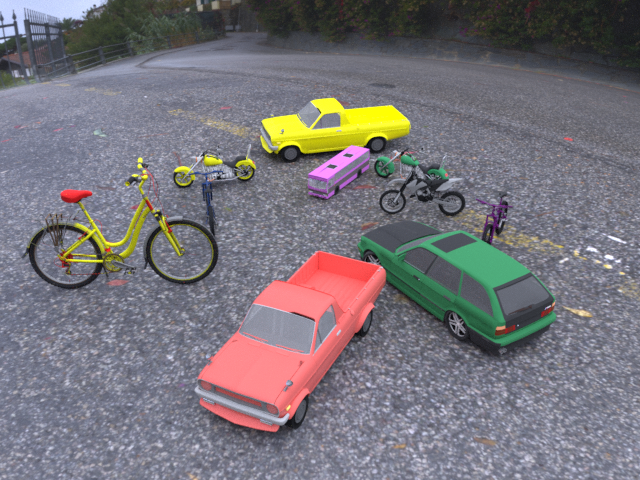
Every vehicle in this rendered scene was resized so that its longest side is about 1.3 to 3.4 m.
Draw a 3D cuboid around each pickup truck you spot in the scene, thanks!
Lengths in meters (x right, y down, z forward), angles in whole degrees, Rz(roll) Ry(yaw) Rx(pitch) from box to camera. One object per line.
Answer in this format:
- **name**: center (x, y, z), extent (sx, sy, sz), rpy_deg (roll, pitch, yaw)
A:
- **pickup truck**: center (-0.238, 1.028, 8.647), extent (1.244, 0.993, 3.117), rpy_deg (14, 32, 23)
- **pickup truck**: center (0.306, -2.425, 14.809), extent (3.117, 0.993, 1.244), rpy_deg (-8, 30, -14)

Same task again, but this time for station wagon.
- **station wagon**: center (1.799, 0.393, 9.856), extent (1.327, 0.920, 3.105), rpy_deg (-18, 34, -29)

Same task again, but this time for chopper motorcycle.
- **chopper motorcycle**: center (-1.997, -1.403, 13.222), extent (1.563, 0.761, 0.466), rpy_deg (-6, 30, -10)
- **chopper motorcycle**: center (1.721, -1.405, 13.226), extent (1.563, 0.761, 0.466), rpy_deg (20, 35, 31)

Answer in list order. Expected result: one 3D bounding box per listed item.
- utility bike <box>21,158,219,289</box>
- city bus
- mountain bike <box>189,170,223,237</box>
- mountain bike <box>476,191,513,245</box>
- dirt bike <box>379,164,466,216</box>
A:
- **utility bike**: center (-2.870, -0.193, 9.962), extent (2.791, 1.839, 1.039), rpy_deg (-2, 29, -3)
- **city bus**: center (0.378, -1.292, 13.332), extent (0.476, 0.460, 1.674), rpy_deg (16, 33, 27)
- **mountain bike**: center (-1.862, -0.636, 11.744), extent (0.573, 0.868, 1.469), rpy_deg (-6, 30, -10)
- **mountain bike**: center (2.796, -0.310, 11.163), extent (0.573, 0.868, 1.469), rpy_deg (14, 32, 24)
- **dirt bike**: center (1.776, -0.813, 12.072), extent (1.493, 0.857, 0.527), rpy_deg (1, 29, 2)
